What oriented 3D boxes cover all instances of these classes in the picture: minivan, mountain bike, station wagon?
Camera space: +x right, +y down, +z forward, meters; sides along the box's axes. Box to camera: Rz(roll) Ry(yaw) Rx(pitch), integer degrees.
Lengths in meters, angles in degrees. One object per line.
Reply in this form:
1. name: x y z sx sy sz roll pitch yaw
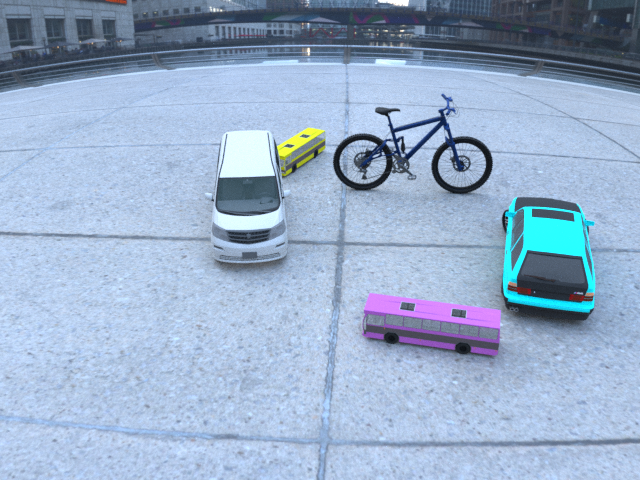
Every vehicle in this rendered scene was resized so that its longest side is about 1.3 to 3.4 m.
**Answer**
1. minivan: -1.153 -0.763 11.352 1.324 1.197 3.011 -2 28 -4
2. mountain bike: 1.658 -1.633 12.450 2.857 1.688 1.114 2 28 4
3. station wagon: 3.330 0.003 10.222 1.327 0.920 3.105 7 29 13

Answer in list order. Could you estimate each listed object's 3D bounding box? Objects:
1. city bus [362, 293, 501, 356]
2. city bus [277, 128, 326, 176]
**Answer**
1. city bus: 1.387 1.062 8.742 1.674 0.460 0.476 7 29 12
2. city bus: -0.457 -1.758 13.976 0.476 0.460 1.674 14 31 25
